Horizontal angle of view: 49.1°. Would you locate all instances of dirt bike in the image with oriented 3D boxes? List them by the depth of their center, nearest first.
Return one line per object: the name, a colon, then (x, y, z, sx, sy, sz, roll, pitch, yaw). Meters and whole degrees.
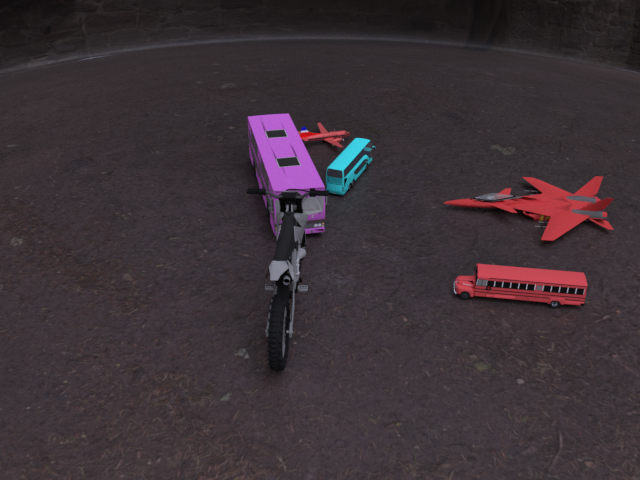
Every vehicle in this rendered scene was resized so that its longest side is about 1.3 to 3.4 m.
dirt bike: (-0.425, 0.244, 8.890, 1.024, 1.666, 2.903, 2, 31, 3)

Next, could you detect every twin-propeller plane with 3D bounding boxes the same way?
twin-propeller plane: (0.109, -2.147, 14.147, 1.095, 0.407, 1.370, -10, 32, -17)

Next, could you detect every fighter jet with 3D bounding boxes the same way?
fighter jet: (3.385, -0.690, 11.549, 2.640, 0.557, 2.229, 3, 31, 6)

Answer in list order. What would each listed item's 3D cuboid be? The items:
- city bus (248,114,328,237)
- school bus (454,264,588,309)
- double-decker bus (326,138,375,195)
city bus: (-0.641, -1.176, 12.036, 0.926, 0.894, 3.255, -6, 31, -10)
school bus: (2.690, 0.611, 9.479, 1.708, 0.434, 0.365, 5, 31, 8)
double-decker bus: (0.560, -1.367, 12.703, 0.389, 0.541, 1.672, 12, 33, 19)
